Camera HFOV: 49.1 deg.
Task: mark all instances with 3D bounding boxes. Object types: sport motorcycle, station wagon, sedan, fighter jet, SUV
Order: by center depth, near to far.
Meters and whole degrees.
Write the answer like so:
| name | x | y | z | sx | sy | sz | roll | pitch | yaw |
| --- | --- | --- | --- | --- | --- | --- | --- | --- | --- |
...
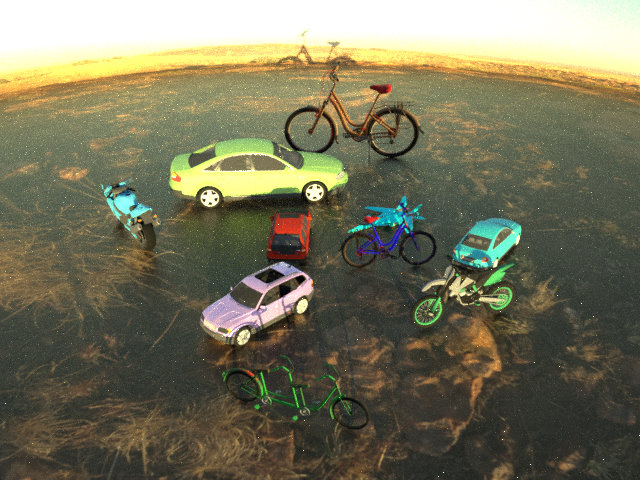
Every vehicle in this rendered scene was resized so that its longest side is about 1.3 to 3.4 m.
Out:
| name | x | y | z | sx | sy | sz | roll | pitch | yaw |
| --- | --- | --- | --- | --- | --- | --- | --- | --- | --- |
| SUV | -0.768 | 0.752 | 8.799 | 1.572 | 0.580 | 0.656 | -25 | 36 | -39 |
| sedan | 2.513 | -0.020 | 10.412 | 0.635 | 0.483 | 1.613 | 17 | 32 | 30 |
| station wagon | -0.459 | -0.174 | 10.722 | 0.682 | 0.473 | 1.597 | 1 | 27 | 1 |
| sport motorcycle | -2.919 | -0.408 | 10.798 | 0.506 | 0.821 | 1.520 | -19 | 33 | -32 |
| fighter jet | 1.005 | -0.370 | 11.311 | 1.358 | 0.286 | 1.147 | -17 | 32 | -29 |
| sedan | -1.070 | -1.257 | 12.323 | 3.137 | 0.940 | 1.235 | -3 | 27 | -6 |

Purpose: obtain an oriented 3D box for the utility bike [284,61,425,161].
| name | x | y | z | sx | sy | sz | roll | pitch | yaw |
| --- | --- | --- | --- | --- | --- | --- | --- | --- | --- |
| utility bike | 0.674 | -2.444 | 13.652 | 2.791 | 1.839 | 1.039 | 1 | 27 | 3 |

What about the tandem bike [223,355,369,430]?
| name | x | y | z | sx | sy | sz | roll | pitch | yaw |
| --- | --- | --- | --- | --- | --- | --- | --- | --- | --- |
| tandem bike | -0.272 | 1.522 | 7.187 | 1.642 | 0.682 | 0.283 | 10 | 29 | 19 |

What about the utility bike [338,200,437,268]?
| name | x | y | z | sx | sy | sz | roll | pitch | yaw |
| --- | --- | --- | --- | --- | --- | --- | --- | --- | --- |
| utility bike | 0.964 | -0.070 | 10.002 | 1.435 | 0.946 | 0.535 | -2 | 27 | -4 |

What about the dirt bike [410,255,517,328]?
| name | x | y | z | sx | sy | sz | roll | pitch | yaw |
| --- | --- | --- | --- | --- | --- | --- | --- | --- | --- |
| dirt bike | 1.819 | 0.643 | 8.710 | 1.493 | 0.857 | 0.527 | -9 | 29 | -17 |
